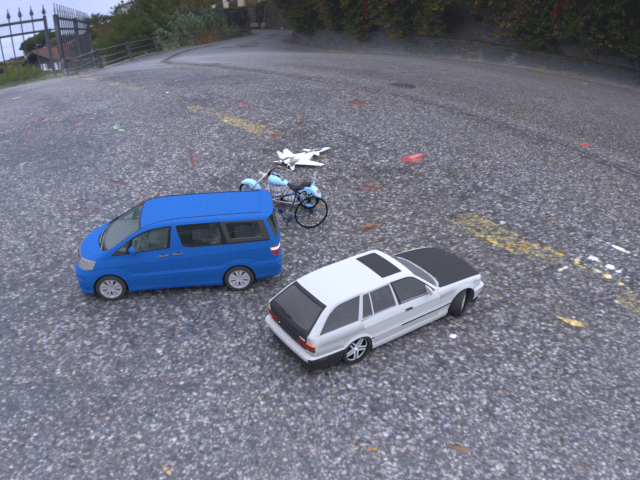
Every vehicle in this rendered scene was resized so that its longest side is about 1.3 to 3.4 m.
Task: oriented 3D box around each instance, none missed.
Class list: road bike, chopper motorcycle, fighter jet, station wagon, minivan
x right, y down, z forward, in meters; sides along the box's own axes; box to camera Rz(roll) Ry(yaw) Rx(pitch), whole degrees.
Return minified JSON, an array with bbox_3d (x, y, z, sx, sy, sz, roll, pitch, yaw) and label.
[{"bbox_3d":[-0.596,-0.501,11.623,1.545,0.852,0.358,-9,31,-16],"label":"road bike"},{"bbox_3d":[-0.726,-0.976,12.549,1.563,0.761,0.466,10,31,17],"label":"chopper motorcycle"},{"bbox_3d":[-0.267,-1.814,14.497,1.358,0.286,1.147,-26,38,-37],"label":"fighter jet"},{"bbox_3d":[0.826,0.693,9.459,3.105,0.920,1.327,-19,35,-29],"label":"station wagon"},{"bbox_3d":[-2.085,0.020,10.362,3.011,1.197,1.324,-4,30,-7],"label":"minivan"}]
